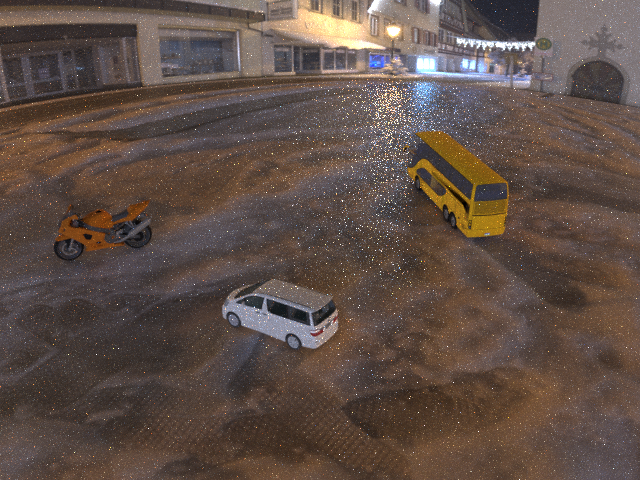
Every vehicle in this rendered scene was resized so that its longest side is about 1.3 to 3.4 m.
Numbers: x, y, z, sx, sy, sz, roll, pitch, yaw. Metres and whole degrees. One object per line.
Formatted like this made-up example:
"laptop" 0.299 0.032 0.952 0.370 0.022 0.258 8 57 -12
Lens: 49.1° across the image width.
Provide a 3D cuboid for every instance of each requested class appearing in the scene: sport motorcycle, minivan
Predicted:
"sport motorcycle" -3.344 -0.164 10.814 1.520 0.821 0.506 -12 28 -23
"minivan" -0.538 0.866 8.904 1.548 0.616 0.681 16 30 29

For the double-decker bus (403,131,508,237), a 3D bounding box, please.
"double-decker bus" 2.350 -1.096 12.491 0.756 1.052 3.251 -5 26 -11
